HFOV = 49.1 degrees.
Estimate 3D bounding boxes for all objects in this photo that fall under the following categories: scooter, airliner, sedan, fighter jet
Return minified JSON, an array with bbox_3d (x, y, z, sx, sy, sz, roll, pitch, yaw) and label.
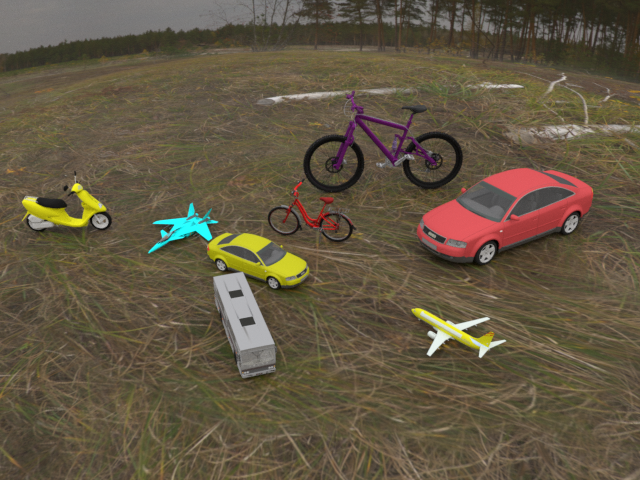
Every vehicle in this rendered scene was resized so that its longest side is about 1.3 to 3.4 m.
[{"bbox_3d":[-4.057,-0.556,11.114,1.399,0.919,0.662,-2,29,-3],"label":"scooter"},{"bbox_3d":[1.636,1.052,8.737,1.161,0.429,1.307,-23,36,-35],"label":"airliner"},{"bbox_3d":[-0.902,0.242,10.132,1.613,0.483,0.635,17,33,27],"label":"sedan"},{"bbox_3d":[2.942,-0.505,11.002,3.137,0.940,1.235,-17,33,-27],"label":"sedan"},{"bbox_3d":[-2.260,-0.165,11.064,1.147,0.286,1.358,16,33,26],"label":"fighter jet"}]

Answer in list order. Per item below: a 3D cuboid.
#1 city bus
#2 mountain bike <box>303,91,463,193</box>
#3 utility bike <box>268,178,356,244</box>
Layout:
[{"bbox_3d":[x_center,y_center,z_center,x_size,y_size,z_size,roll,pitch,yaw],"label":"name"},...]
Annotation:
[{"bbox_3d":[-0.966,1.034,8.738,0.476,0.460,1.674,-9,30,-16],"label":"city bus"},{"bbox_3d":[1.126,-1.643,12.273,2.857,1.688,1.114,-2,29,-4],"label":"mountain bike"},{"bbox_3d":[-0.147,-0.399,10.806,1.435,0.946,0.535,7,30,13],"label":"utility bike"}]
